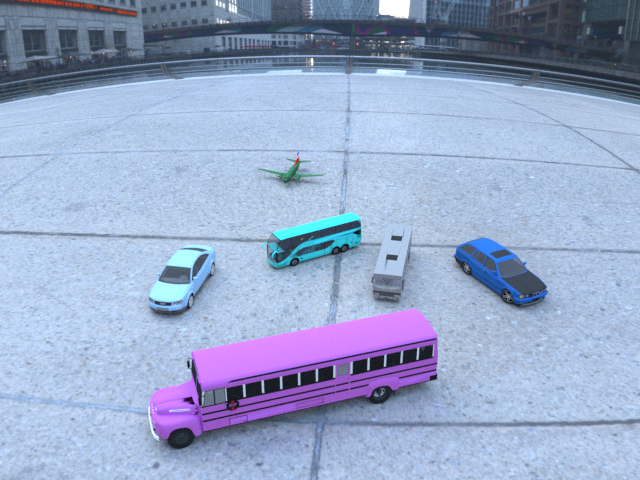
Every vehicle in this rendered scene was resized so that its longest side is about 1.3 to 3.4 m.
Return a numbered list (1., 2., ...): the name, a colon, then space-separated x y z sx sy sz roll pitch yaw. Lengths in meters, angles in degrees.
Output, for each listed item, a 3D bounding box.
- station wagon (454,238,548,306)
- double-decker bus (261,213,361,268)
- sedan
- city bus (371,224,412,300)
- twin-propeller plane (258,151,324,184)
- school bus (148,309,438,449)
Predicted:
1. station wagon: 2.711 0.423 10.517 0.682 0.473 1.597 -13 30 -24
2. double-decker bus: -0.104 0.007 11.240 1.672 0.541 0.389 -15 31 -26
3. sedan: -2.026 0.507 10.347 0.635 0.483 1.613 5 28 10
4. city bus: 1.127 0.322 10.726 0.476 0.460 1.674 6 28 11
5. twin-propeller plane: -0.561 -1.437 14.150 1.370 0.407 1.095 6 28 12
6. school bus: -0.285 1.531 7.996 3.322 0.844 0.709 -9 29 -16
